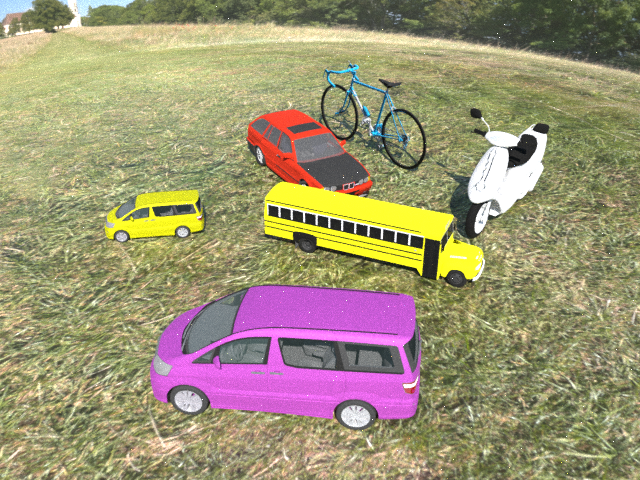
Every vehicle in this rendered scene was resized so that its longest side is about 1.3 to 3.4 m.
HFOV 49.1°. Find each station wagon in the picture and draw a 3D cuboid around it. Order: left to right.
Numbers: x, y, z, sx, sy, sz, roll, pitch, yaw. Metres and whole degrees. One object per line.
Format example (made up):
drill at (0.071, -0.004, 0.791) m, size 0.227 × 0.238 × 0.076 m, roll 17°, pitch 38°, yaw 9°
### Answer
station wagon at (-0.251, -1.617, 12.851) m, size 1.327 × 0.920 × 3.105 m, roll -16°, pitch 34°, yaw -25°

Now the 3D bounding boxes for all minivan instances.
minivan at (-2.627, -0.402, 11.077) m, size 1.548 × 0.616 × 0.681 m, roll -4°, pitch 31°, yaw -7°
minivan at (-0.391, 1.198, 7.768) m, size 3.011 × 1.197 × 1.324 m, roll 4°, pitch 31°, yaw 6°

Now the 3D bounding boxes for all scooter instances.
scooter at (3.075, -1.256, 11.377) m, size 1.288 × 1.786 × 2.721 m, roll 21°, pitch 36°, yaw 31°

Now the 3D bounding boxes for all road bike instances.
road bike at (0.974, -2.453, 13.552) m, size 0.697 × 1.656 × 3.004 m, roll -22°, pitch 37°, yaw -33°

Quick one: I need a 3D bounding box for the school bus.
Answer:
school bus at (0.782, -0.126, 10.379) m, size 3.322 × 0.844 × 0.709 m, roll 13°, pitch 33°, yaw 21°
